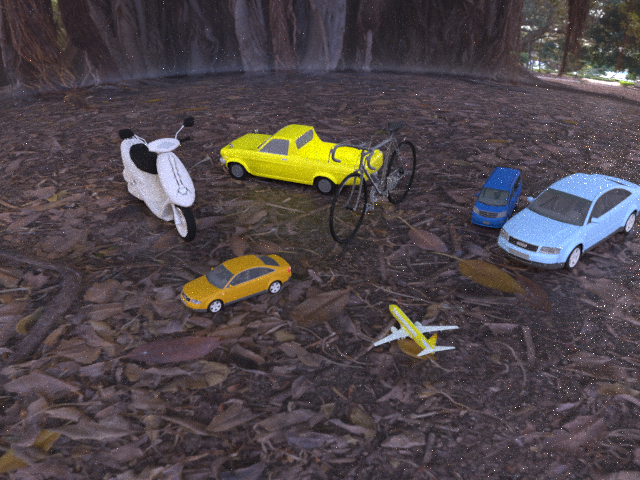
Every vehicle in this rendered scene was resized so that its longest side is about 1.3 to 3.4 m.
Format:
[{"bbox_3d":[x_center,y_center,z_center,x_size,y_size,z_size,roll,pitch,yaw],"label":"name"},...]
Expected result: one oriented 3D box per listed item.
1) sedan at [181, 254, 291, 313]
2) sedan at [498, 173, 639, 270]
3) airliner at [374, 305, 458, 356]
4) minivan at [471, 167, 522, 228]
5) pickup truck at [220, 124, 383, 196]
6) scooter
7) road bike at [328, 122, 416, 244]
[{"bbox_3d":[-1.167,0.547,9.785,1.613,0.483,0.635,-17,31,-30],"label":"sedan"},{"bbox_3d":[4.079,-0.442,11.242,3.137,0.940,1.235,-23,35,-38],"label":"sedan"},{"bbox_3d":[1.164,1.051,8.843,1.161,0.429,1.307,-9,28,-18],"label":"airliner"},{"bbox_3d":[3.098,-0.744,12.201,0.681,0.616,1.548,12,29,22],"label":"minivan"},{"bbox_3d":[-0.381,-1.646,13.575,3.117,0.993,1.244,11,29,21],"label":"pickup truck"},{"bbox_3d":[-2.761,-1.180,11.766,1.288,1.786,2.721,-17,31,-30],"label":"scooter"},{"bbox_3d":[0.959,-1.077,11.706,0.696,1.656,3.004,16,31,29],"label":"road bike"}]
